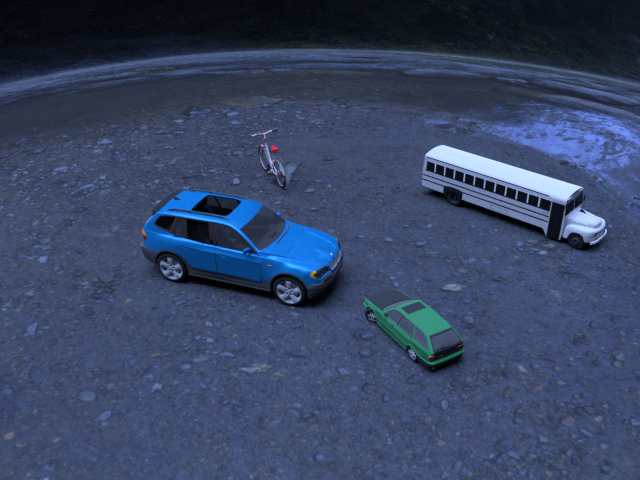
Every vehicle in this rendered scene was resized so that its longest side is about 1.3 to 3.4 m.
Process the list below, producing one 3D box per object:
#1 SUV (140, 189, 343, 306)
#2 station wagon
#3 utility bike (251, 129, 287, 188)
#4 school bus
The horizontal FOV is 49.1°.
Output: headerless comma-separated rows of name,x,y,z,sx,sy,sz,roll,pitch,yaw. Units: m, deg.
SUV,-1.175,0.011,10.450,3.058,1.128,1.276,10,31,17
station wagon,1.207,1.067,9.268,0.682,0.473,1.597,-16,34,-26
utility bike,-0.978,-1.586,13.417,0.535,0.946,1.435,-13,32,-21
school bus,3.319,-0.799,12.147,3.322,0.844,0.709,24,38,36
